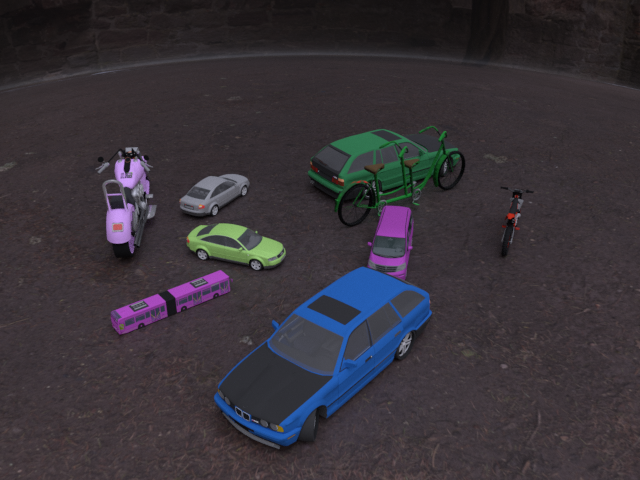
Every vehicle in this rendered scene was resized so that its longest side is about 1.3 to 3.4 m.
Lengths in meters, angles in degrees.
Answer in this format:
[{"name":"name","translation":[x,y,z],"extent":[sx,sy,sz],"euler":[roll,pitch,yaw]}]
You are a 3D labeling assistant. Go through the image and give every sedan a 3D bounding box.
[{"name":"sedan","translation":[-1.891,-0.900,12.729],"extent":[0.635,0.483,1.613],"euler":[15,33,25]},{"name":"sedan","translation":[-1.322,0.054,11.024],"extent":[1.613,0.483,0.635],"euler":[10,31,18]}]

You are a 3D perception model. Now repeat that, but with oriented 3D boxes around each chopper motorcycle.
[{"name":"chopper motorcycle","translation":[-3.172,-0.887,11.686],"extent":[0.906,1.480,3.040],"euler":[-3,29,-6]}]

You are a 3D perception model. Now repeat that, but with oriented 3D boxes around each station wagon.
[{"name":"station wagon","translation":[1.314,-1.615,13.559],"extent":[3.105,0.920,1.327],"euler":[-18,34,-29]},{"name":"station wagon","translation":[0.121,1.236,8.466],"extent":[1.327,0.920,3.105],"euler":[22,36,33]}]

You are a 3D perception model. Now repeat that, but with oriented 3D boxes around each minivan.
[{"name":"minivan","translation":[1.115,0.051,10.895],"extent":[0.681,0.616,1.548],"euler":[6,30,10]}]

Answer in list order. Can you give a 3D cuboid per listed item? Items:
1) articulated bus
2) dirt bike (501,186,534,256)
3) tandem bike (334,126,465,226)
[{"name":"articulated bus","translation":[-2.045,0.854,9.795],"extent":[1.749,0.289,0.311],"euler":[-21,36,-33]},{"name":"dirt bike","translation":[3.140,-0.385,11.426],"extent":[0.527,0.857,1.493],"euler":[11,31,18]},{"name":"tandem bike","translation":[1.500,-1.177,12.363],"extent":[3.192,1.326,0.550],"euler":[-21,35,-32]}]
